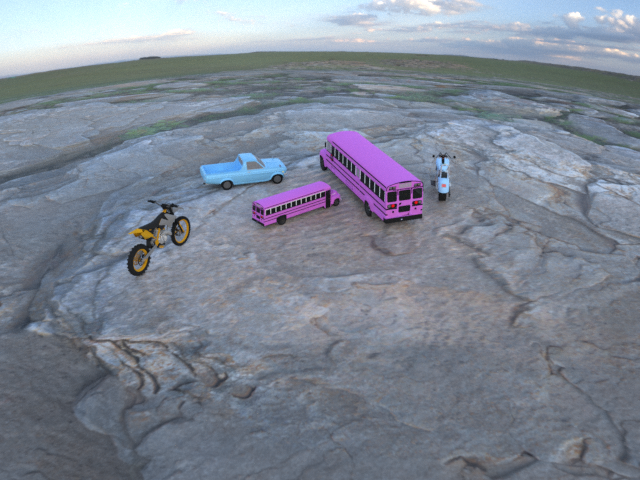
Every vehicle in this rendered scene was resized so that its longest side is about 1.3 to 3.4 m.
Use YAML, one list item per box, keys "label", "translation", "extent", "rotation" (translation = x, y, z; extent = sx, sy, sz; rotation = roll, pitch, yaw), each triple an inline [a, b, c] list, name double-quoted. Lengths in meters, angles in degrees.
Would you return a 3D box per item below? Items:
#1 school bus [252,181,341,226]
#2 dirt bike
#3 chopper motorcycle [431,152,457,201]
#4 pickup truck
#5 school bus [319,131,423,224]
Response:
- label: "school bus"
  translation: [-0.357, -0.636, 11.834]
  extent: [1.708, 0.434, 0.365]
  rotation: [-20, 33, -35]
- label: "dirt bike"
  translation: [-2.365, -0.101, 10.284]
  extent: [0.527, 0.857, 1.493]
  rotation: [12, 29, 22]
- label: "chopper motorcycle"
  translation: [2.227, -1.262, 12.726]
  extent: [0.466, 0.761, 1.563]
  rotation: [3, 27, 6]
- label: "pickup truck"
  translation: [-1.431, -1.325, 13.134]
  extent: [1.603, 0.511, 0.640]
  rotation: [-8, 28, -16]
- label: "school bus"
  translation: [0.802, -1.230, 12.568]
  extent: [0.709, 0.844, 3.322]
  rotation: [-9, 28, -17]
